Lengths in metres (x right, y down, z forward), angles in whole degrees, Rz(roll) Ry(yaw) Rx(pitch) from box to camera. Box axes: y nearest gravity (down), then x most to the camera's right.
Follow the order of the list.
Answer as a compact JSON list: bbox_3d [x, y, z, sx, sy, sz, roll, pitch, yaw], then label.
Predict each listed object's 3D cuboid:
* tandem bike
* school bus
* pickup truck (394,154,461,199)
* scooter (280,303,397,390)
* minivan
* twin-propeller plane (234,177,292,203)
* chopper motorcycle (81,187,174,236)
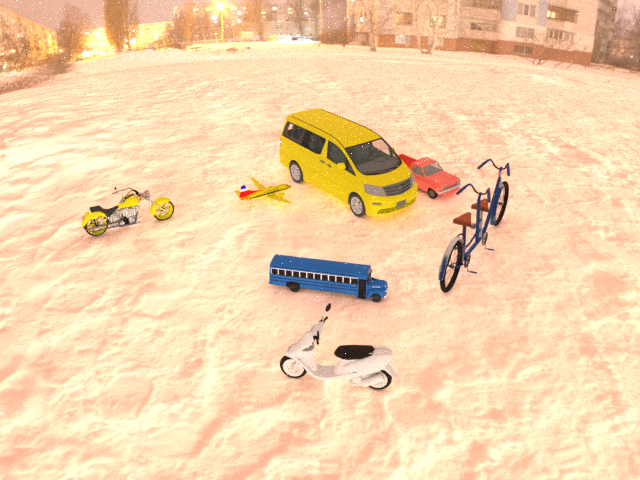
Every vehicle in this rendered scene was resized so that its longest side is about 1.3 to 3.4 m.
[{"bbox_3d":[2.425,-0.341,10.693,0.550,1.326,3.192,15,32,26],"label":"tandem bike"},{"bbox_3d":[0.132,0.535,10.019,1.708,0.434,0.365,6,29,11],"label":"school bus"},{"bbox_3d":[1.909,-1.287,13.272,0.640,0.511,1.603,-21,35,-34],"label":"pickup truck"},{"bbox_3d":[0.204,1.301,8.112,1.399,0.919,0.662,6,29,10],"label":"scooter"},{"bbox_3d":[0.484,-1.470,12.892,1.324,1.197,3.011,-20,34,-32],"label":"minivan"},{"bbox_3d":[-0.985,-0.913,12.697,1.095,0.407,1.370,-19,34,-30],"label":"twin-propeller plane"},{"bbox_3d":[-3.198,-0.540,11.645,1.563,0.761,0.466,-17,33,-29],"label":"chopper motorcycle"}]
